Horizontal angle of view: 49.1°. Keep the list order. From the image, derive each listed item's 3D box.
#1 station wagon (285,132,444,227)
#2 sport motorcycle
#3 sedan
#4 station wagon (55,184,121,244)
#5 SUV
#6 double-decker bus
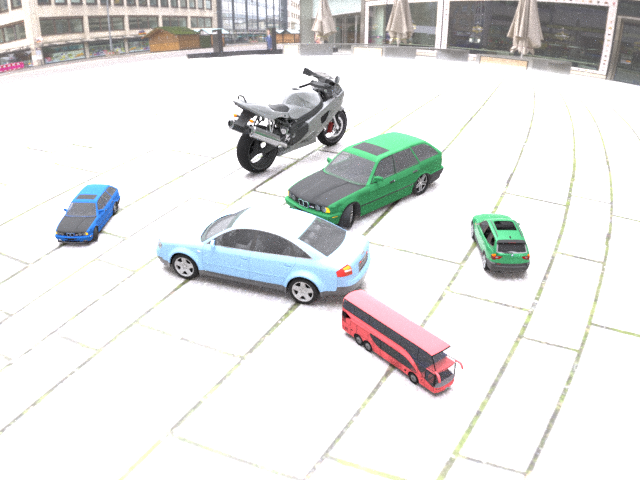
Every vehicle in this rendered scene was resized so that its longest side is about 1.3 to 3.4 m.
[{"bbox_3d":[0.807,-1.136,12.065,3.105,0.920,1.327,-25,37,-38],"label":"station wagon"},{"bbox_3d":[-0.500,-2.339,13.599,0.983,1.596,2.955,25,37,38],"label":"sport motorcycle"},{"bbox_3d":[-0.844,0.045,9.832,3.137,0.940,1.235,10,30,18],"label":"sedan"},{"bbox_3d":[-3.742,-0.471,11.293,0.682,0.473,1.597,2,28,3],"label":"station wagon"},{"bbox_3d":[2.675,-0.054,10.399,0.656,0.580,1.572,0,28,1],"label":"SUV"},{"bbox_3d":[0.902,1.168,8.152,0.389,0.541,1.672,-21,34,-34],"label":"double-decker bus"}]
